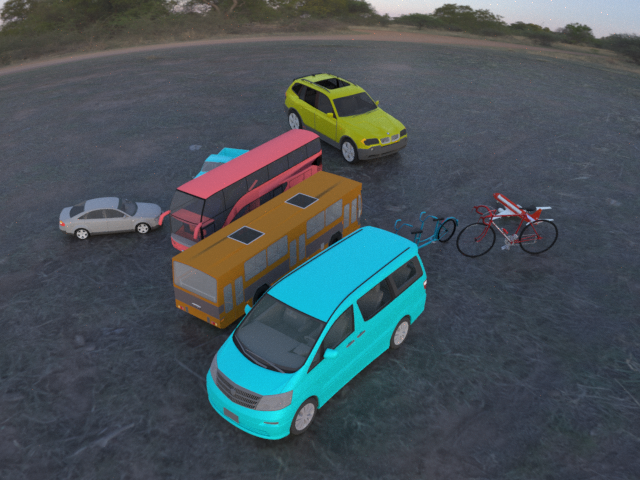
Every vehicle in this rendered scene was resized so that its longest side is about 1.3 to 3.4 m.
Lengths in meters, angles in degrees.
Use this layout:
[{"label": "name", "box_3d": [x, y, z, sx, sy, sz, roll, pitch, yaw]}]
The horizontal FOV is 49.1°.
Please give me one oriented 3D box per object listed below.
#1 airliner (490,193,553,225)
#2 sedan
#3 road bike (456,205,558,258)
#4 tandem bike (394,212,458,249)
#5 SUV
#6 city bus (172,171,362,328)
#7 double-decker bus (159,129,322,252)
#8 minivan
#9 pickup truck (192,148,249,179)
[{"label": "airliner", "box_3d": [3.220, -0.585, 11.473, 1.161, 0.429, 1.307, -11, 32, -18]}, {"label": "sedan", "box_3d": [-3.300, -0.398, 11.103, 1.613, 0.483, 0.635, -5, 31, -9]}, {"label": "road bike", "box_3d": [2.772, -0.130, 10.287, 1.545, 0.852, 0.358, -3, 31, -5]}, {"label": "tandem bike", "box_3d": [1.475, -0.088, 10.382, 1.642, 0.682, 0.283, -20, 36, -31]}, {"label": "SUV", "box_3d": [0.456, -2.534, 14.087, 1.276, 1.128, 3.058, -20, 36, -30]}, {"label": "city bus", "box_3d": [-0.611, 0.062, 9.920, 0.926, 0.894, 3.255, 20, 36, 30]}, {"label": "double-decker bus", "box_3d": [-1.125, -0.791, 11.209, 0.756, 1.052, 3.251, 20, 36, 30]}, {"label": "minivan", "box_3d": [0.030, 0.959, 8.103, 1.324, 1.197, 3.011, 23, 37, 33]}, {"label": "pickup truck", "box_3d": [-1.760, -1.269, 12.552, 0.640, 0.511, 1.603, 8, 31, 13]}]
